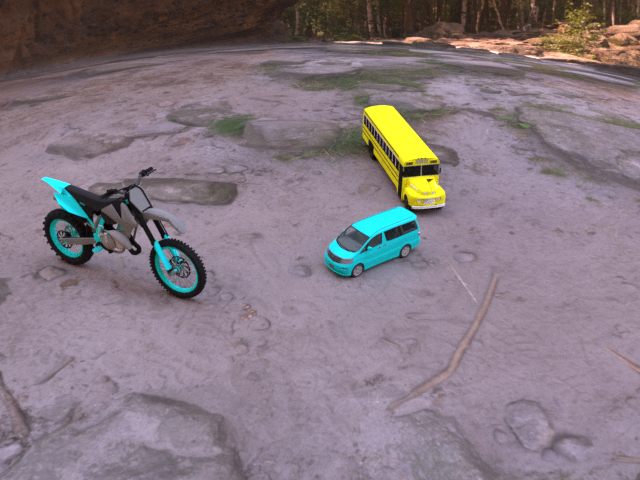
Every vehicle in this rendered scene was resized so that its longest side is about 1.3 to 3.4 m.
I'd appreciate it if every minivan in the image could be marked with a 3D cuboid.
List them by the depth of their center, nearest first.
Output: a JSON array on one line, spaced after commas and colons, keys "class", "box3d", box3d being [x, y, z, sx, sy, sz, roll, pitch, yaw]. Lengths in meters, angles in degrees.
[{"class": "minivan", "box3d": [0.793, 0.013, 10.601, 1.548, 0.616, 0.681, -20, 36, -30]}]

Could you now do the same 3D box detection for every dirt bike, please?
[{"class": "dirt bike", "box3d": [-2.839, -0.153, 9.840, 2.903, 1.666, 1.024, 14, 33, 23]}]

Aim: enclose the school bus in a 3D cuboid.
[{"class": "school bus", "box3d": [1.527, -1.584, 13.116, 0.709, 0.844, 3.322, -6, 31, -10]}]
